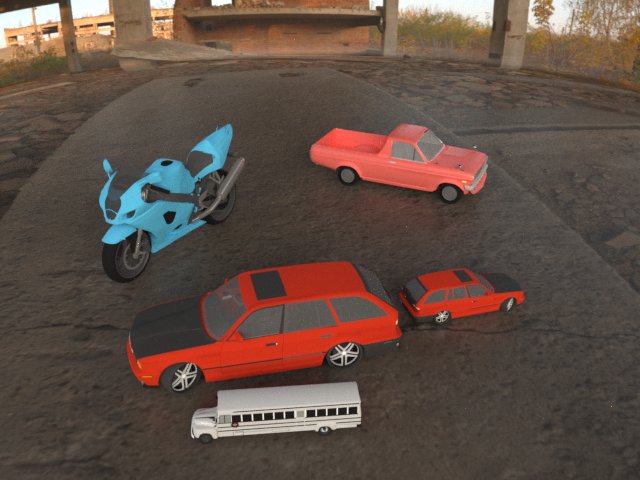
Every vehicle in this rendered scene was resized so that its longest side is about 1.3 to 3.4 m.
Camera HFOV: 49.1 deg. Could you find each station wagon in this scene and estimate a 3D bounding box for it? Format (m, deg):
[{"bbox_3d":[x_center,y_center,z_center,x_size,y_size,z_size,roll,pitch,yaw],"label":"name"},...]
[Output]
[{"bbox_3d":[1.855,0.656,9.048,1.597,0.473,0.682,-8,29,-14],"label":"station wagon"},{"bbox_3d":[-0.657,0.904,8.109,3.105,0.920,1.327,-7,29,-12],"label":"station wagon"}]

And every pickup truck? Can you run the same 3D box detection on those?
[{"bbox_3d":[1.412,-1.512,12.555,3.117,0.993,1.244,12,30,22],"label":"pickup truck"}]

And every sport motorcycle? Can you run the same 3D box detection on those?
[{"bbox_3d":[-2.128,-0.593,10.194,0.983,1.596,2.955,14,31,25],"label":"sport motorcycle"}]

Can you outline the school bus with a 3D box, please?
[{"bbox_3d":[-0.446,1.733,7.073,1.708,0.434,0.365,-3,28,-5],"label":"school bus"}]
